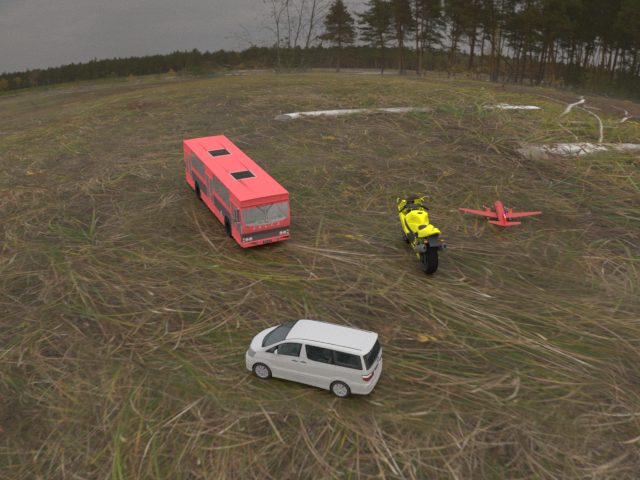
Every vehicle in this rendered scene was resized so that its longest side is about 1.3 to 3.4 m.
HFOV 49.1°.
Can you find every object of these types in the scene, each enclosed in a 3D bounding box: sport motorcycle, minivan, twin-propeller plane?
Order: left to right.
[{"bbox_3d":[-0.087,1.267,7.903,1.548,0.616,0.681,9,28,19],"label":"minivan"},{"bbox_3d":[1.489,-0.115,10.504,0.506,0.821,1.520,-5,26,-9],"label":"sport motorcycle"},{"bbox_3d":[3.034,-0.484,11.733,1.370,0.407,1.095,3,26,6],"label":"twin-propeller plane"}]

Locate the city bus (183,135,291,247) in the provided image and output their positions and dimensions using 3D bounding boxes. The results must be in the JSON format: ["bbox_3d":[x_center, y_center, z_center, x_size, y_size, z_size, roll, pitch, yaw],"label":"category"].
[{"bbox_3d":[-1.506,-0.887,12.004,0.926,0.894,3.255,-12,28,-22],"label":"city bus"}]
